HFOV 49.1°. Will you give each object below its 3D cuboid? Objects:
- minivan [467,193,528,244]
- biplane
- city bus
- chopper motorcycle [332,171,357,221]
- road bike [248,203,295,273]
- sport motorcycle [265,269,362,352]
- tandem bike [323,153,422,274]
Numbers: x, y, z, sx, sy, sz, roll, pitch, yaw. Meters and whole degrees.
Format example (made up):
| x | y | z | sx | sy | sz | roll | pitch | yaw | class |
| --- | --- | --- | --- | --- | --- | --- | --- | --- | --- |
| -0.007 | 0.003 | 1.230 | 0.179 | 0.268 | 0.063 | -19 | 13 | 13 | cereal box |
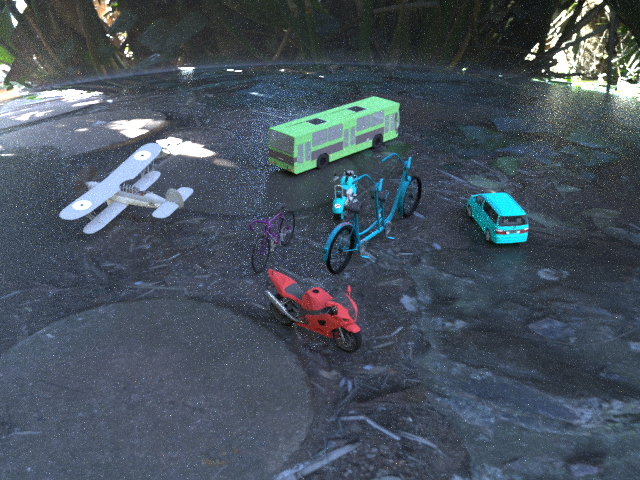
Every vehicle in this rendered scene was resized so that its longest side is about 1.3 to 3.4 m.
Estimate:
| x | y | z | sx | sy | sz | roll | pitch | yaw | class |
| --- | --- | --- | --- | --- | --- | --- | --- | --- | --- |
| 3.043 | -0.479 | 12.083 | 0.681 | 0.616 | 1.548 | -4 | 28 | -7 | minivan |
| -3.298 | -0.763 | 12.228 | 2.120 | 0.981 | 2.598 | 12 | 30 | 21 | biplane |
| 0.371 | -2.276 | 15.153 | 3.255 | 0.894 | 0.926 | -25 | 37 | -38 | city bus |
| 0.480 | -0.927 | 12.768 | 0.466 | 0.761 | 1.563 | 6 | 29 | 12 | chopper motorcycle |
| -0.726 | -0.102 | 11.127 | 0.358 | 0.852 | 1.545 | 11 | 30 | 20 | road bike |
| -0.082 | 0.925 | 9.237 | 1.520 | 0.821 | 0.506 | 19 | 34 | 32 | sport motorcycle |
| 0.942 | -0.536 | 11.436 | 0.550 | 1.326 | 3.192 | 17 | 33 | 29 | tandem bike |
